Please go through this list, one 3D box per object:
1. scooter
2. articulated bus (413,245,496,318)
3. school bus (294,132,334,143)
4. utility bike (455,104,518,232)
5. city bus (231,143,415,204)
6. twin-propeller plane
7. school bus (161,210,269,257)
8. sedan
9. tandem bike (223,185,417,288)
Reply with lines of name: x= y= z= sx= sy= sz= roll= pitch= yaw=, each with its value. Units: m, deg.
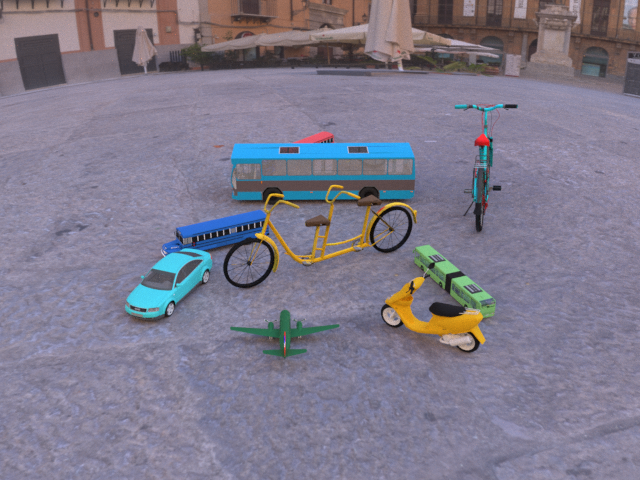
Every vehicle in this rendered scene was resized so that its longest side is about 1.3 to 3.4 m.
scooter: x=1.381 y=0.839 z=8.617 sx=1.399 sy=0.919 sz=0.662 roll=16 pitch=31 yaw=29
articulated bus: x=1.857 y=0.558 z=9.866 sx=0.311 sy=0.289 sz=1.749 roll=-11 pitch=29 yaw=-20
school bus: x=-0.372 y=-1.805 z=14.357 sx=0.365 sy=0.434 sz=1.708 roll=21 pitch=34 yaw=35
utility bike: x=2.713 y=-1.355 z=11.920 sx=1.039 sy=1.839 sz=2.791 roll=7 pitch=28 yaw=14
city bus: x=0.049 y=-1.208 z=12.672 sx=3.255 sy=0.894 sz=0.926 roll=0 pitch=27 yaw=-1
twin-propeller plane: x=-0.434 y=1.104 z=8.660 sx=1.370 sy=0.407 sz=1.095 roll=-1 pitch=27 yaw=-2
school bus: x=-1.638 y=-0.077 z=10.956 sx=1.708 sy=0.434 sz=0.365 roll=-14 pitch=30 yaw=-25
sedan: x=-2.071 y=0.545 z=9.676 sx=0.635 sy=0.483 sz=1.613 roll=10 pitch=29 yaw=19
tandem bike: x=0.088 y=-0.164 z=10.142 sx=3.192 sy=1.326 sz=0.550 roll=-13 pitch=30 yaw=-24
